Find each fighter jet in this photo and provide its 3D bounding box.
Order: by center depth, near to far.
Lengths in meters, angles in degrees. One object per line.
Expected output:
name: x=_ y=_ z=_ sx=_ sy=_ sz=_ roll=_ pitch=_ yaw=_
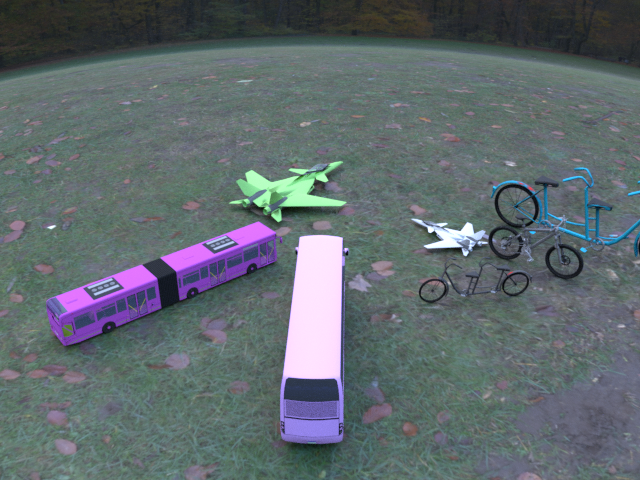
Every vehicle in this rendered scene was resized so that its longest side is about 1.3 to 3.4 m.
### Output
fighter jet: x=2.012 y=-0.182 z=11.386 sx=1.147 sy=0.286 sz=1.358 roll=-25 pitch=38 yaw=-36
fighter jet: x=-0.350 y=-1.160 z=12.802 sx=2.229 sy=0.557 sz=2.640 roll=21 pitch=36 yaw=32

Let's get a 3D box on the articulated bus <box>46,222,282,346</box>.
articulated bus: x=-2.071 y=0.542 z=9.866 sx=3.401 sy=0.561 sz=0.605 roll=-22 pitch=37 yaw=-33

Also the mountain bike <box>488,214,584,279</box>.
mountain bike: x=3.210 y=0.046 z=10.415 sx=1.469 sy=0.868 sz=0.573 roll=21 pitch=36 yaw=31

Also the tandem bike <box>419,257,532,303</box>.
tandem bike: x=2.184 y=0.543 z=9.744 sx=1.642 sy=0.682 sz=0.283 roll=-4 pitch=30 yaw=-7

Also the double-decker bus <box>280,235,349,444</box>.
double-decker bus: x=-0.029 y=1.013 z=8.566 sx=0.756 sy=1.052 sz=3.251 roll=1 pitch=30 yaw=2

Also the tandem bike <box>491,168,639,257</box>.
tandem bike: x=4.138 y=-0.448 z=10.810 sx=3.192 sy=1.326 sz=0.550 roll=21 pitch=36 yaw=32
